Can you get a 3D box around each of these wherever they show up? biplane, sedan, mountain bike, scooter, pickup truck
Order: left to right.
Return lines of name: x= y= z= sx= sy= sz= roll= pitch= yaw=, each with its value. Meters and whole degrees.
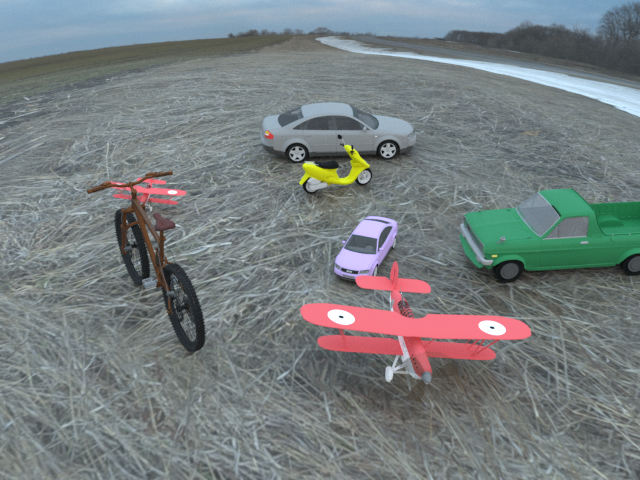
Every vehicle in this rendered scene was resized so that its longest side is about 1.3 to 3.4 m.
biplane: x=-2.921 y=-0.814 z=11.915 sx=1.336 sy=0.504 sz=1.090 roll=-1 pitch=29 yaw=-2
mountain bike: x=-2.114 y=0.184 z=8.867 sx=1.114 sy=1.688 sz=2.857 roll=-17 pitch=33 yaw=-28
scooter: x=0.299 y=-1.317 z=12.402 sx=1.399 sy=0.919 sz=0.662 roll=-11 pitch=30 yaw=-19
sedan: x=0.376 y=-2.222 z=14.029 sx=3.137 sy=0.940 sz=1.235 roll=-2 pitch=29 yaw=-5
sedan: x=0.695 y=0.067 z=10.332 sx=0.635 sy=0.483 sz=1.613 roll=11 pitch=31 yaw=19
biplane: x=1.051 y=0.987 z=8.140 sx=2.598 sy=0.981 sz=2.120 roll=-3 pitch=29 yaw=-5
pickup truck: x=3.669 y=-0.157 z=10.212 sx=3.117 sy=0.993 sz=1.244 roll=-3 pitch=29 yaw=-5
